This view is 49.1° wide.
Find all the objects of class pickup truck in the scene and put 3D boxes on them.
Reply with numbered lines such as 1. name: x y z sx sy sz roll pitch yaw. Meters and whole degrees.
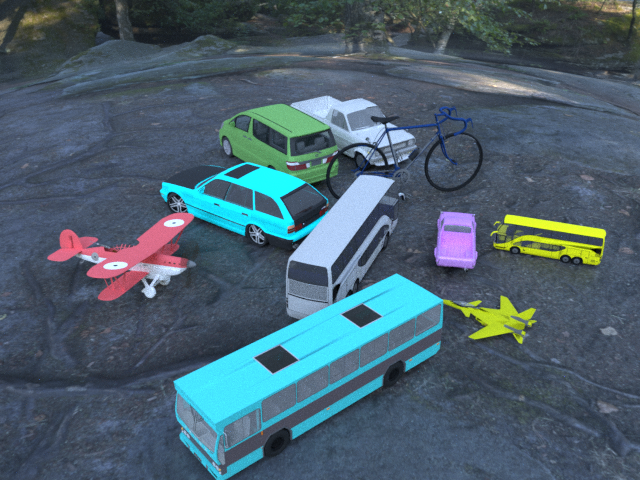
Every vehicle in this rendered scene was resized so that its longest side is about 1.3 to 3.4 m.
1. pickup truck: 0.619 -2.412 14.652 1.244 0.993 3.117 -19 35 -30
2. pickup truck: 2.139 -0.048 10.962 0.640 0.511 1.603 5 30 9

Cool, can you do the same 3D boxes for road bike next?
1. road bike: 1.547 -1.501 12.369 3.004 1.656 0.696 -8 31 -14

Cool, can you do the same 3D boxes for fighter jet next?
1. fighter jet: 2.183 0.940 9.445 1.358 0.286 1.147 18 34 29

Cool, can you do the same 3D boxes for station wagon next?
1. station wagon: -1.338 -0.770 11.824 3.105 0.920 1.327 20 35 31

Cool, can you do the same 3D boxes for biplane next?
1. biplane: -2.737 0.230 9.995 2.120 0.981 2.598 7 30 12

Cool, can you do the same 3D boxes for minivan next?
1. minivan: -0.895 -1.993 13.705 1.324 1.197 3.011 -19 34 -29

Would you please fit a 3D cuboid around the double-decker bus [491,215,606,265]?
1. double-decker bus: 3.518 -0.010 10.864 1.672 0.541 0.389 10 31 18

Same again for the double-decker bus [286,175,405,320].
1. double-decker bus: 0.437 0.009 10.312 0.756 1.052 3.251 11 31 19

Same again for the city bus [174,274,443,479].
1. city bus: -0.004 1.452 7.921 3.255 0.894 0.926 -22 36 -34
